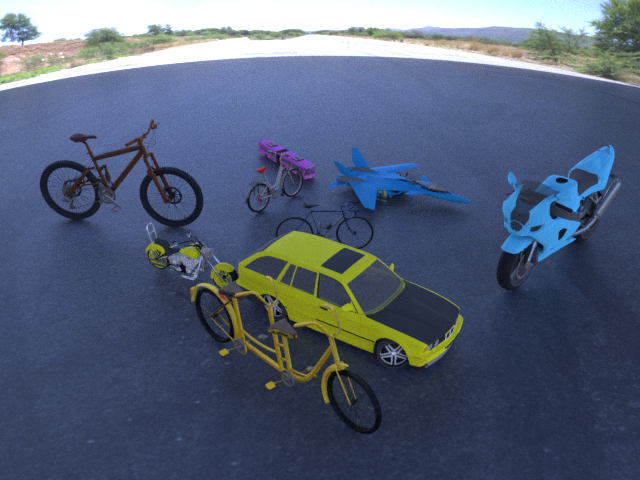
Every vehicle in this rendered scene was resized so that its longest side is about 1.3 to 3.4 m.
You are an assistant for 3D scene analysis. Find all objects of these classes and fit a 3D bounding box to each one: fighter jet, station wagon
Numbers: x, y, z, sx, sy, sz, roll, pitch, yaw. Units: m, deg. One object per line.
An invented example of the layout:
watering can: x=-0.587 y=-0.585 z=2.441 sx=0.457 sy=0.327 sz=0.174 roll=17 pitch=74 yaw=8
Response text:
fighter jet: x=1.559 y=-1.097 z=12.859 sx=2.640 sy=0.557 sz=2.229 roll=15 pitch=32 yaw=24
station wagon: x=0.360 y=0.674 z=9.329 sx=3.105 sy=0.920 sz=1.327 roll=19 pitch=34 yaw=30

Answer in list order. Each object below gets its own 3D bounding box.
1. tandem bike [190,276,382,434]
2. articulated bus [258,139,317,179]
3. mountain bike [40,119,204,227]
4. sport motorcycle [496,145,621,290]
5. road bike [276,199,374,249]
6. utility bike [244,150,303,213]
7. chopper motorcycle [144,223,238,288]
tandem bike: x=-0.517 y=1.104 z=8.147 sx=3.192 sy=1.326 sz=0.550 roll=25 pitch=38 yaw=37
articulated bus: x=-0.689 y=-1.642 z=14.106 sx=0.311 sy=0.289 sz=1.749 roll=-20 pitch=35 yaw=-31
mountain bike: x=-3.341 y=-1.032 z=11.587 sx=2.857 sy=1.688 sz=1.114 roll=4 pitch=30 yaw=8
sport motorcycle: x=3.563 y=-0.375 z=10.509 sx=0.983 sy=1.596 sz=2.955 roll=26 pitch=38 yaw=38
road bike: x=0.075 y=-0.216 z=10.986 sx=1.545 sy=0.852 sz=0.358 roll=-1 pitch=29 yaw=-1
utility bike: x=-0.847 y=-1.079 z=12.430 sx=0.535 sy=0.946 sz=1.435 roll=24 pitch=37 yaw=36
chopper motorcycle: x=-1.908 y=0.239 z=10.267 sx=1.563 sy=0.761 sz=0.466 roll=14 pitch=32 yaw=23
